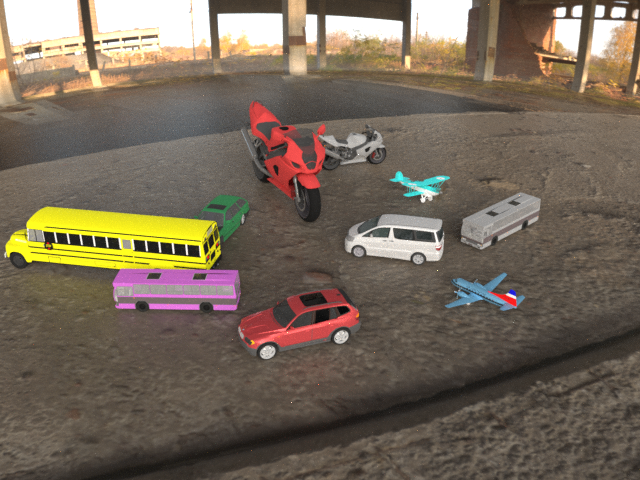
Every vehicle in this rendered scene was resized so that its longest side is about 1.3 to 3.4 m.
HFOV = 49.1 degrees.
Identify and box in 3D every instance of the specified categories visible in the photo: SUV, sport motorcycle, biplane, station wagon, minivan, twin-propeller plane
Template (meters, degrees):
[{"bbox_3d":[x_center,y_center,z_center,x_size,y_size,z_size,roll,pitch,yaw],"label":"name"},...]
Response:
[{"bbox_3d":[-0.262,1.020,8.901,1.572,0.580,0.656,-9,28,-18],"label":"SUV"},{"bbox_3d":[0.675,-1.888,14.429,1.520,0.821,0.506,-9,28,-17],"label":"sport motorcycle"},{"bbox_3d":[-0.668,-1.486,12.764,0.983,1.596,2.955,-12,29,-22],"label":"sport motorcycle"},{"bbox_3d":[1.840,-1.010,13.031,1.090,0.504,1.336,24,35,39],"label":"biplane"},{"bbox_3d":[-1.726,-0.330,11.711,0.682,0.473,1.597,8,28,15],"label":"station wagon"},{"bbox_3d":[1.165,-0.056,11.007,1.548,0.616,0.681,7,27,13],"label":"minivan"},{"bbox_3d":[2.268,0.699,9.734,1.370,0.407,1.095,-22,34,-37],"label":"twin-propeller plane"}]

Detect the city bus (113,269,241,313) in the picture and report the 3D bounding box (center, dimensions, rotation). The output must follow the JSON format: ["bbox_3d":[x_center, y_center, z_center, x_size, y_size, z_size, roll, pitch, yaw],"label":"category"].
[{"bbox_3d":[-1.963,0.700,9.673,1.674,0.460,0.476,1,27,1],"label":"city bus"}]

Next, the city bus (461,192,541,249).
[{"bbox_3d":[3.034,-0.317,11.700,1.674,0.460,0.476,-22,34,-37],"label":"city bus"}]

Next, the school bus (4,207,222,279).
[{"bbox_3d":[-3.181,0.043,10.554,3.322,0.844,0.709,5,27,10],"label":"school bus"}]
